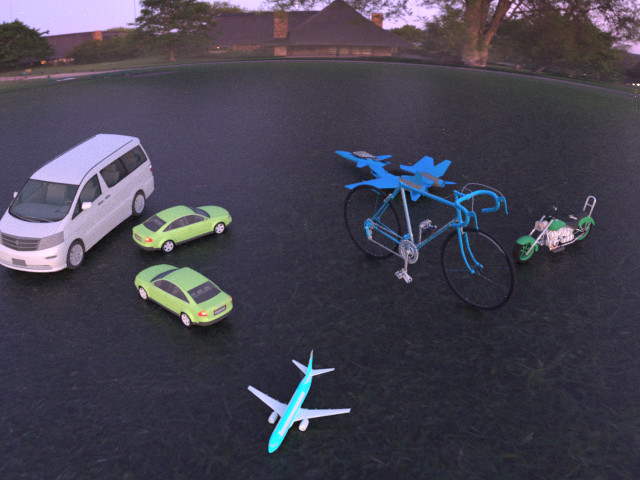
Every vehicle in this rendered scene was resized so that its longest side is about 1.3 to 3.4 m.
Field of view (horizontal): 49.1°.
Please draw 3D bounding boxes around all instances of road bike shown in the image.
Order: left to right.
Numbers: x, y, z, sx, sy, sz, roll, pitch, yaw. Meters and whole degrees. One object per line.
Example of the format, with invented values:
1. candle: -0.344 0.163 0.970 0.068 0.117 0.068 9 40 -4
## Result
1. road bike: 1.392 -0.156 9.510 0.696 1.656 3.004 -24 36 -37

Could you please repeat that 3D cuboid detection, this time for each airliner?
1. airliner: -0.282 1.685 7.355 1.161 0.429 1.307 9 29 17

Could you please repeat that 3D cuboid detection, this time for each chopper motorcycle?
1. chopper motorcycle: 3.524 -0.163 10.476 1.563 0.761 0.466 -15 32 -26

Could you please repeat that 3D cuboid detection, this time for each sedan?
1. sedan: -1.836 0.643 9.257 1.613 0.483 0.635 23 36 36
2. sedan: -2.136 -0.266 10.965 1.613 0.483 0.635 -22 35 -35

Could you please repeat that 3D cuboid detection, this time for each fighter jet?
1. fighter jet: 1.183 -1.469 13.148 2.229 0.557 2.640 -23 36 -36

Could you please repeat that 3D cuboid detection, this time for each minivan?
1. minivan: -3.779 -0.639 10.907 1.324 1.197 3.011 8 29 15
